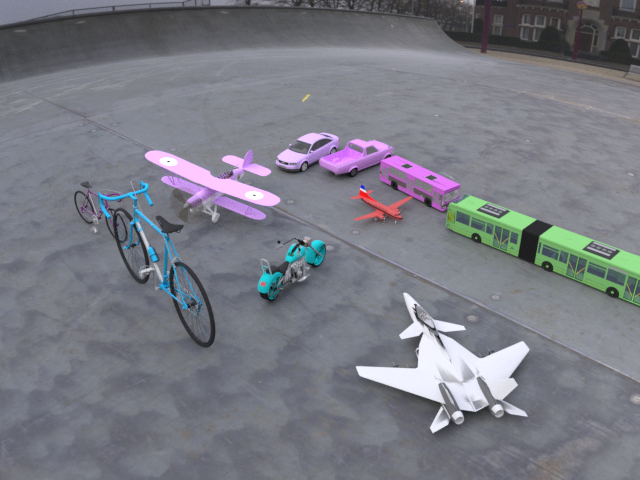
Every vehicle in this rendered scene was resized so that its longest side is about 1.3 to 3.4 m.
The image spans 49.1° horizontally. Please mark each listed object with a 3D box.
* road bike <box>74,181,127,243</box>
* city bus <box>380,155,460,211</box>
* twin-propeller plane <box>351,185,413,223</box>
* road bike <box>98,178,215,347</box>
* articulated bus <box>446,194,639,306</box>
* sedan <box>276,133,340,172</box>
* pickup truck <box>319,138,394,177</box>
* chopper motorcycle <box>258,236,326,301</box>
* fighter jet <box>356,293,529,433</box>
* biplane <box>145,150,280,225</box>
[{"bbox_3d":[-3.645,-0.503,11.529,1.545,0.852,0.358,25,38,36],"label":"road bike"},{"bbox_3d":[1.804,-1.038,12.845,0.476,0.460,1.674,-21,36,-32],"label":"city bus"},{"bbox_3d":[1.047,-0.617,12.169,1.370,0.407,1.095,-23,37,-34],"label":"twin-propeller plane"},{"bbox_3d":[-2.196,0.243,9.436,0.697,1.656,3.004,-21,36,-32],"label":"road bike"},{"bbox_3d":[3.500,0.093,10.788,3.401,0.561,0.605,25,39,37],"label":"articulated bus"},{"bbox_3d":[-0.239,-1.839,14.206,0.635,0.483,1.613,22,36,33],"label":"sedan"},{"bbox_3d":[0.744,-1.684,13.911,1.603,0.511,0.640,-24,38,-35],"label":"pickup truck"},{"bbox_3d":[-0.380,0.300,10.230,0.466,0.761,1.563,18,35,28],"label":"chopper motorcycle"},{"bbox_3d":[1.497,1.247,8.797,2.229,0.557,2.640,-6,31,-11],"label":"fighter jet"},{"bbox_3d":[-1.694,-0.957,12.185,2.598,0.981,2.120,14,33,23],"label":"biplane"}]
